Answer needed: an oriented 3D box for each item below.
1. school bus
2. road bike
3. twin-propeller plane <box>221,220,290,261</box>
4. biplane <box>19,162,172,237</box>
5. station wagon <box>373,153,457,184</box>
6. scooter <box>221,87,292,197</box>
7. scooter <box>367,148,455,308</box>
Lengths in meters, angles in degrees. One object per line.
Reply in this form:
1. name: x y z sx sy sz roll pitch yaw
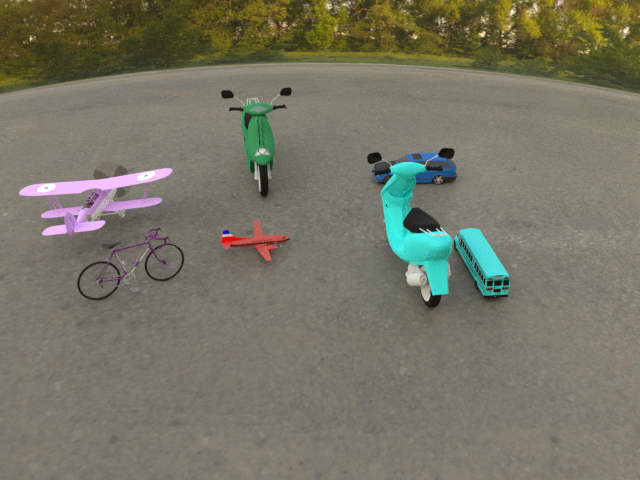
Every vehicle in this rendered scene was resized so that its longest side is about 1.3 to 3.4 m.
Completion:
1. school bus: 2.356 0.280 10.354 0.365 0.434 1.708 -3 28 -5
2. road bike: -2.642 0.332 9.814 1.545 0.852 0.358 -16 32 -28
3. twin-propeller plane: -1.000 -0.022 10.946 1.095 0.407 1.370 -6 29 -11
4. biplane: -3.710 -0.560 11.343 2.598 0.981 2.120 2 28 3
5. station wagon: 1.806 -1.383 13.420 1.597 0.473 0.682 -2 28 -3
6. scooter: -1.196 -2.094 13.356 1.288 1.786 2.721 -4 28 -8
7. scooter: 1.346 -0.336 10.071 1.288 1.786 2.721 -5 29 -9
